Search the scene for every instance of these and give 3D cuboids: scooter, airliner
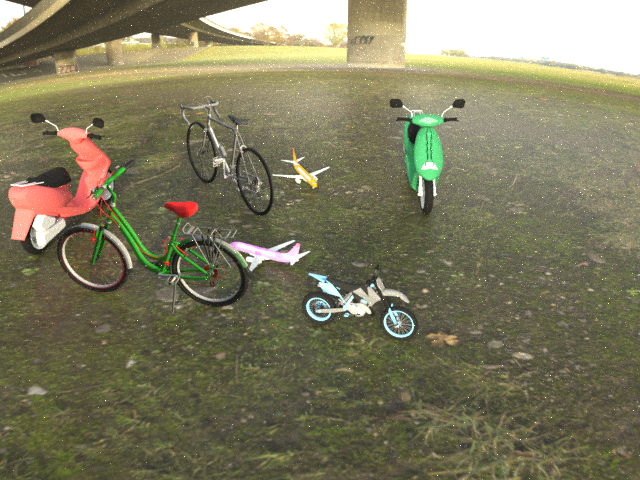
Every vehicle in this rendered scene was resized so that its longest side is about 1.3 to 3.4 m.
[{"bbox_3d":[-4.036,-1.009,11.069,1.288,1.786,2.721,6,27,12],"label":"scooter"},{"bbox_3d":[-0.305,-1.354,13.307,1.161,0.429,1.307,-10,28,-19],"label":"airliner"},{"bbox_3d":[-0.822,0.108,10.337,1.307,0.429,1.161,15,30,28],"label":"airliner"},{"bbox_3d":[1.831,-1.727,12.529,1.288,1.786,2.721,0,26,1],"label":"scooter"}]

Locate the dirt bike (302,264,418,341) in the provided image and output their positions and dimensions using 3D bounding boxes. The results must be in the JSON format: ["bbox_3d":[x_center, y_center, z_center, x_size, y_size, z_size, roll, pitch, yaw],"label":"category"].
[{"bbox_3d":[0.477,0.756,8.534,1.493,0.857,0.527,9,28,18],"label":"dirt bike"}]

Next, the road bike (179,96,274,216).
[{"bbox_3d":[-1.651,-1.521,12.257,0.697,1.656,3.004,-18,32,-32],"label":"road bike"}]

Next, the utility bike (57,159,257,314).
[{"bbox_3d":[-2.188,0.040,8.879,2.791,1.839,1.039,6,27,11],"label":"utility bike"}]
